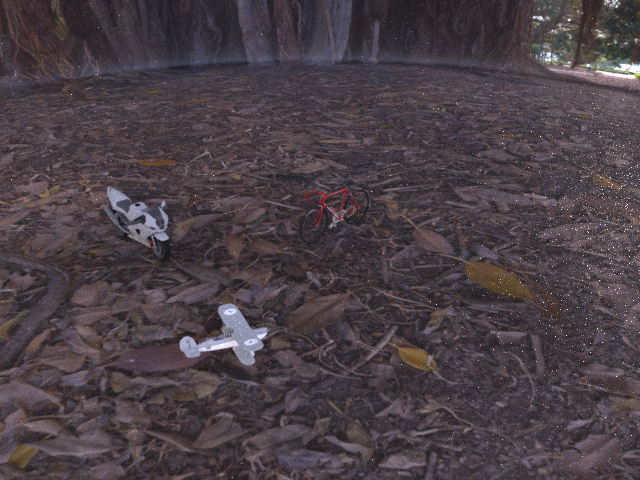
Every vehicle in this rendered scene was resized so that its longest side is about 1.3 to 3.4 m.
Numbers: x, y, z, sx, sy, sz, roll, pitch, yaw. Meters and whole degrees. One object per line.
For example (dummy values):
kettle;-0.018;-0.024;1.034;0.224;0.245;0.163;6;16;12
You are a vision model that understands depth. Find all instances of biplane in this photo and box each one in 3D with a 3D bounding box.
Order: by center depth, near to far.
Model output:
biplane;-1.088;1.155;8.151;1.090;0.504;1.336;-11;29;-19

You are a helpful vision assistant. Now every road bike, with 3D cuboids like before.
road bike;0.248;-0.490;10.941;1.545;0.852;0.358;-24;36;-38

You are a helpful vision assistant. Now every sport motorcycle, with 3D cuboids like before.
sport motorcycle;-2.729;-0.261;10.533;1.520;0.821;0.506;24;36;38
